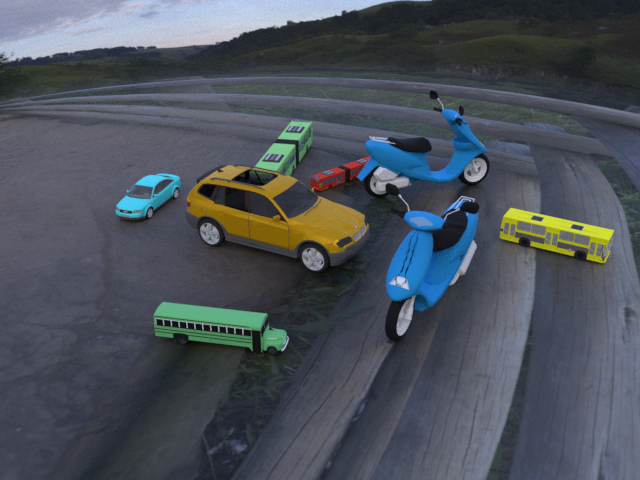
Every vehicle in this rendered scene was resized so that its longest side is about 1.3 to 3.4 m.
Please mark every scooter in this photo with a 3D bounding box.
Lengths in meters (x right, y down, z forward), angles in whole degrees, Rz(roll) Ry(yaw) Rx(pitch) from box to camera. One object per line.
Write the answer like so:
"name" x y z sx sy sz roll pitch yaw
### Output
"scooter" 1.562 0.075 9.488 1.288 1.786 2.721 16 31 28
"scooter" 2.009 -1.735 13.043 2.721 1.786 1.288 -8 28 -16

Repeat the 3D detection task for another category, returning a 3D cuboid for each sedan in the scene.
"sedan" -3.112 -0.843 12.729 0.635 0.483 1.613 9 28 16

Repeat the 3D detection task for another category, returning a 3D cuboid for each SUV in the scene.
"SUV" -0.713 -0.444 11.233 3.058 1.128 1.276 13 30 24

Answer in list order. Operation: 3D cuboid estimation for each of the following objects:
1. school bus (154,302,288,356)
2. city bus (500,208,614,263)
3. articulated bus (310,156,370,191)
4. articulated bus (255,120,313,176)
"school bus" -1.254 1.120 8.926 1.708 0.434 0.365 5 27 10
"city bus" 3.774 -0.065 11.226 1.674 0.460 0.476 15 31 27
"articulated bus" 0.538 -1.334 13.907 1.749 0.289 0.311 -23 35 -37
"articulated bus" -0.741 -1.712 14.349 0.605 0.561 3.401 5 27 10
